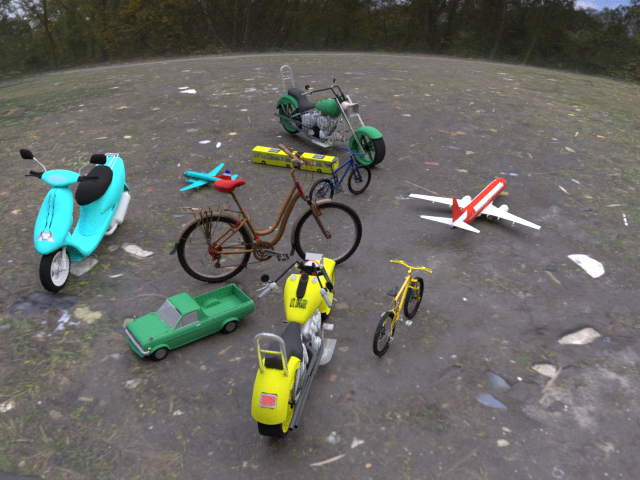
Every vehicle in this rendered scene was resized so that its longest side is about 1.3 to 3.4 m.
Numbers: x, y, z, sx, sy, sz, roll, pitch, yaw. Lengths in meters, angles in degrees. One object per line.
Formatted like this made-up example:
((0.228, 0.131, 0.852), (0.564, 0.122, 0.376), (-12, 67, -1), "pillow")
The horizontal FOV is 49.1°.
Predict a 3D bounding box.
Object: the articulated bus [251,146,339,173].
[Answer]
((-0.502, -1.567, 13.662), (1.749, 0.289, 0.311), (10, 31, 18), "articulated bus")

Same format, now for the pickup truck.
((-1.630, 0.963, 8.853), (1.603, 0.511, 0.640), (-19, 34, -31), "pickup truck")

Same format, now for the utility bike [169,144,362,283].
((-0.759, -0.364, 9.882), (2.791, 1.839, 1.039), (-7, 30, -13), "utility bike")

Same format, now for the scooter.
((-3.506, -0.587, 10.340), (1.288, 1.786, 2.721), (5, 29, 8), "scooter")

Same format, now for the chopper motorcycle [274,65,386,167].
((0.160, -2.529, 14.172), (0.906, 1.480, 3.040), (-23, 37, -36), "chopper motorcycle")

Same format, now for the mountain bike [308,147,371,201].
((0.368, -1.068, 12.159), (1.469, 0.868, 0.573), (-23, 37, -36), "mountain bike")

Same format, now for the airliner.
((2.656, -0.759, 11.635), (2.257, 0.835, 2.541), (17, 33, 28), "airliner")

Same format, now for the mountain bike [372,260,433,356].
((1.011, 0.811, 8.758), (0.573, 0.868, 1.469), (15, 32, 26), "mountain bike")

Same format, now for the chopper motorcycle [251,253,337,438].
((-0.207, 0.873, 8.015), (0.906, 1.480, 3.040), (6, 29, 10), "chopper motorcycle")

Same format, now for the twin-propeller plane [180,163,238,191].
((-2.070, -1.175, 12.830), (1.095, 0.407, 1.370), (13, 32, 23), "twin-propeller plane")
